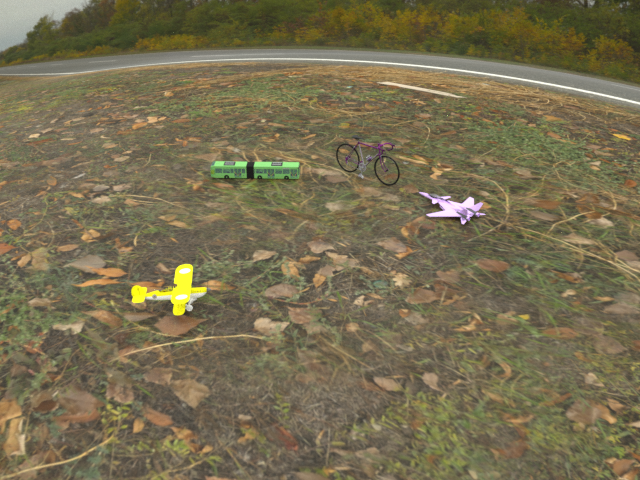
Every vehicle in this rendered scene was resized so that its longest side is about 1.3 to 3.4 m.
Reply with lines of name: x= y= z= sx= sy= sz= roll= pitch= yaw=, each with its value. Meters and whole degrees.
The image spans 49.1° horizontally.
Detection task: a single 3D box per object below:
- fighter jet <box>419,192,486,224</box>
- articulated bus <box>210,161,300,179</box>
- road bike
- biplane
fighter jet: x=2.265 y=-0.701 z=12.544 sx=1.147 sy=0.286 sz=1.358 roll=-21 pitch=36 yaw=-33
articulated bus: x=-1.255 y=-1.369 z=13.722 sx=1.749 sy=0.289 sz=0.311 roll=1 pitch=30 yaw=2
road bike: x=0.911 y=-1.582 z=13.527 sx=1.545 sy=0.852 sz=0.358 roll=23 pitch=37 yaw=35
biplane: x=-2.070 y=0.735 z=9.783 sx=1.090 sy=0.504 sz=1.336 roll=-4 pitch=30 yaw=-6
